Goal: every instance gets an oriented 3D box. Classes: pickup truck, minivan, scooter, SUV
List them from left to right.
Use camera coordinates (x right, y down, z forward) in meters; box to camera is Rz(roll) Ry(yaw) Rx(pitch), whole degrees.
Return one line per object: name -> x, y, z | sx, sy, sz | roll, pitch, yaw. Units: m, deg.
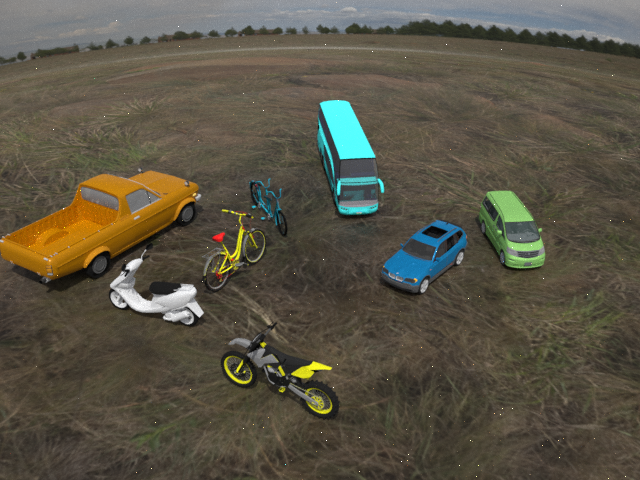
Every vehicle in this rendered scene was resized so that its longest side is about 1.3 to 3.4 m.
pickup truck -> -3.203, -0.369, 10.562 | 1.244, 0.993, 3.117 | 17, 33, 28
scooter -> -2.132, 0.606, 8.893 | 1.399, 0.919, 0.662 | 11, 31, 19
SUV -> 1.512, 0.196, 9.974 | 0.656, 0.580, 1.572 | 22, 36, 34
minivan -> 2.902, -0.172, 10.597 | 0.681, 0.616, 1.548 | -3, 29, -5

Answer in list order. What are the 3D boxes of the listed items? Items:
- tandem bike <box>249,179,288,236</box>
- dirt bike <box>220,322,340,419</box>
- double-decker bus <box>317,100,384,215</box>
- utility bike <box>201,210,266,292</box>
tandem bike -> -0.856, -0.653, 11.390 | 0.283, 0.682, 1.642 | -13, 32, -22
dirt bike -> -0.463, 1.404, 7.527 | 1.493, 0.857, 0.527 | 15, 32, 24
double-decker bus -> 0.458, -1.515, 12.554 | 0.756, 1.052, 3.251 | -3, 29, -6
utility bike -> -1.240, 0.088, 9.793 | 0.535, 0.946, 1.435 | 17, 33, 28
